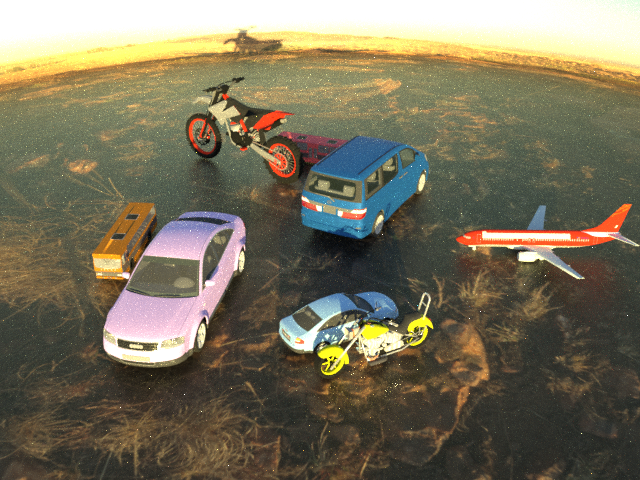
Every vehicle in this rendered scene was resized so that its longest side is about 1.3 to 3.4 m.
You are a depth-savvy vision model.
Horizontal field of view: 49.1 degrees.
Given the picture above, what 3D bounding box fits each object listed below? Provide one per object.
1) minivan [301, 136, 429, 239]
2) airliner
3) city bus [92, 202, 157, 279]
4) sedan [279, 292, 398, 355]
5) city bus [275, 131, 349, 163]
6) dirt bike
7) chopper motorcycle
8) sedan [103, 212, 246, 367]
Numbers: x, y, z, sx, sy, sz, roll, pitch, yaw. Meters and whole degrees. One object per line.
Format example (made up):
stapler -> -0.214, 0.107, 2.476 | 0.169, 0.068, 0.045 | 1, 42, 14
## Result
minivan -> 0.853, -1.072, 11.741 | 1.324, 1.197, 3.011 | 15, 32, 25
airliner -> 3.348, -0.188, 10.524 | 2.541, 0.835, 2.257 | 1, 29, 2
city bus -> -2.910, 0.000, 10.570 | 0.476, 0.460, 1.674 | 2, 29, 4
sedan -> 0.262, 0.961, 8.818 | 1.613, 0.483, 0.635 | -16, 33, -27
city bus -> -0.052, -1.746, 13.713 | 1.674, 0.460, 0.476 | 11, 31, 19
dirt bike -> -1.488, -2.069, 13.052 | 2.903, 1.666, 1.024 | 19, 34, 31
chopper motorcycle -> 0.652, 1.120, 8.246 | 1.563, 0.761, 0.466 | -13, 32, -23
sedan -> -1.844, 0.447, 9.272 | 1.235, 0.940, 3.137 | 5, 29, 8
